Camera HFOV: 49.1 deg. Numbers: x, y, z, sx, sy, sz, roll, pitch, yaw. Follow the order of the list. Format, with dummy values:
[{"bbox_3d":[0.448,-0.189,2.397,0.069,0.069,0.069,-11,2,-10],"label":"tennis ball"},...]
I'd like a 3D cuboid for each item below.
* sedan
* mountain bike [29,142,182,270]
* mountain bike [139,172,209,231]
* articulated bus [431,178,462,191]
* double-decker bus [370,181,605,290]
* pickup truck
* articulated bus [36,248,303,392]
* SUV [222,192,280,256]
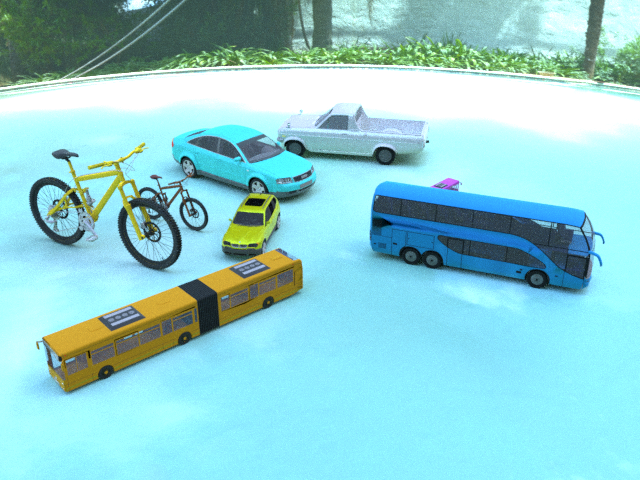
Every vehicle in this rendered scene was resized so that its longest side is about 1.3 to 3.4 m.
[{"bbox_3d":[-1.469,-1.581,13.159,3.137,0.940,1.235,19,32,34],"label":"sedan"},{"bbox_3d":[-3.219,-0.529,10.186,2.857,1.688,1.114,13,29,24],"label":"mountain bike"},{"bbox_3d":[-2.423,-0.649,11.354,1.469,0.868,0.573,14,30,26],"label":"mountain bike"},{"bbox_3d":[1.857,-0.703,12.117,0.311,0.289,1.749,21,33,36],"label":"articulated bus"},{"bbox_3d":[2.320,-0.079,9.994,3.251,1.052,0.756,10,28,20],"label":"double-decker bus"},{"bbox_3d":[0.686,-2.273,14.499,3.117,0.993,1.244,6,27,12],"label":"pickup truck"},{"bbox_3d":[-1.661,0.884,8.598,3.401,0.561,0.605,-21,33,-36],"label":"articulated bus"},{"bbox_3d":[-1.049,-0.266,10.903,0.656,0.580,1.572,5,27,9],"label":"SUV"}]
